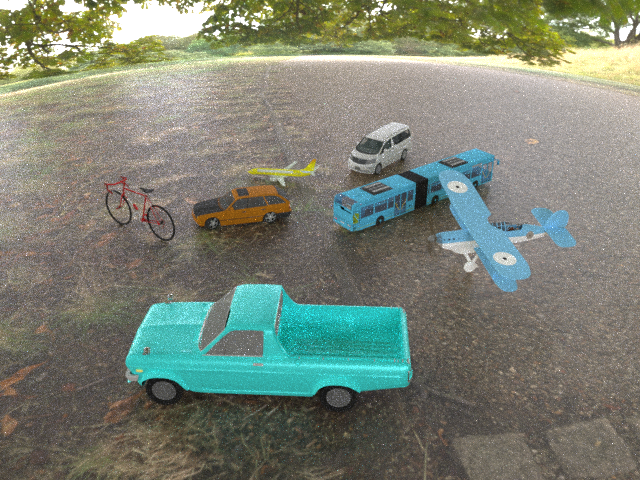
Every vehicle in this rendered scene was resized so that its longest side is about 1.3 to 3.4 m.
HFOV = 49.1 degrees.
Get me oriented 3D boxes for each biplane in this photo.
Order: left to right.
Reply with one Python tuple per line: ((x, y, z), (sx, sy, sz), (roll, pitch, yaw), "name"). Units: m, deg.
((2.548, -0.068, 9.940), (2.120, 0.981, 2.598), (-6, 29, -10), "biplane")

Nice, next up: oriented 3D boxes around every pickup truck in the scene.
((-0.540, 1.104, 7.766), (3.117, 0.993, 1.244), (1, 29, 3), "pickup truck")

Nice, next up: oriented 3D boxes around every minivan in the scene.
((1.164, -1.766, 13.454), (0.681, 0.616, 1.548), (20, 34, 32), "minivan")

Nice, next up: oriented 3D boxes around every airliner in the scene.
((-0.688, -1.320, 12.828), (1.307, 0.429, 1.161), (5, 29, 8), "airliner")

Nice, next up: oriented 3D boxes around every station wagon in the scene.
((-1.284, -0.567, 11.392), (1.597, 0.473, 0.682), (-7, 29, -13), "station wagon")

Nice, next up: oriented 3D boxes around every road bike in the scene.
((-2.822, -0.497, 10.868), (1.545, 0.852, 0.358), (18, 33, 30), "road bike")

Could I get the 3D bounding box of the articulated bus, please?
((1.694, -0.893, 11.901), (3.401, 0.561, 0.605), (-20, 35, -33), "articulated bus")
